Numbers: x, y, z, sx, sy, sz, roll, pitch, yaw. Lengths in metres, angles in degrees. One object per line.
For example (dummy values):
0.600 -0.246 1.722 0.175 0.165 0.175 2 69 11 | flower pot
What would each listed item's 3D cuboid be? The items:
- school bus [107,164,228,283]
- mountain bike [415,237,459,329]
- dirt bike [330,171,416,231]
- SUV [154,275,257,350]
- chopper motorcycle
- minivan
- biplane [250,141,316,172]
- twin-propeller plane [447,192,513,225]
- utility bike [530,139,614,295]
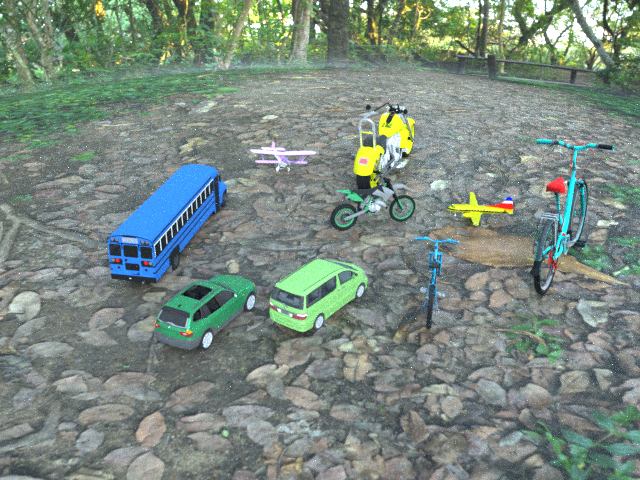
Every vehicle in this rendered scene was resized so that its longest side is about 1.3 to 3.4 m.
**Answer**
-2.229 -0.396 10.884 0.709 0.844 3.322 5 27 10 | school bus
1.472 0.497 9.071 0.573 0.868 1.469 5 27 10 | mountain bike
0.872 -0.619 11.317 1.493 0.857 0.527 -9 28 -17 | dirt bike
-1.407 0.804 8.778 0.656 0.580 1.572 13 29 24 | SUV
1.304 -1.953 13.289 0.906 1.480 3.040 10 28 20 | chopper motorcycle
0.019 0.615 9.117 0.681 0.616 1.548 18 32 32 | minivan
-0.762 -1.651 13.776 1.336 0.504 1.090 -10 28 -19 | biplane
2.672 -0.557 11.696 1.095 0.407 1.370 4 27 7 | twin-propeller plane
3.370 -0.447 9.874 1.039 1.839 2.791 15 30 28 | utility bike
